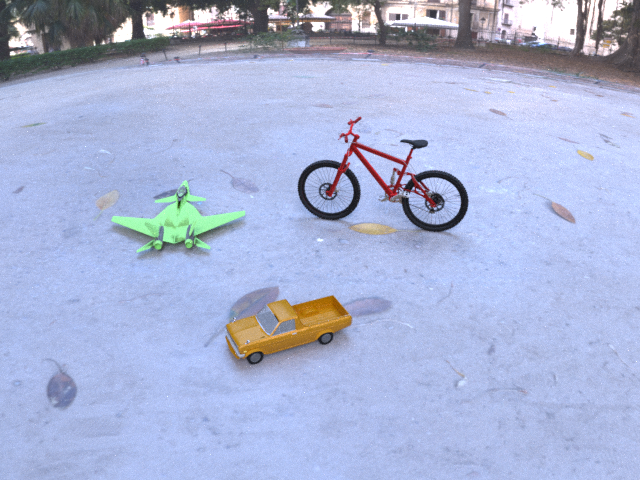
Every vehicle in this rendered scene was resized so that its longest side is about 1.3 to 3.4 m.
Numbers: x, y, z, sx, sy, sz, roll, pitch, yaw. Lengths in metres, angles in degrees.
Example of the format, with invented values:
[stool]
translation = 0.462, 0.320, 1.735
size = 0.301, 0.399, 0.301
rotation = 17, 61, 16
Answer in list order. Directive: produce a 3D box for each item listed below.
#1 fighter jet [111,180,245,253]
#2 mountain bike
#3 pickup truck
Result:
[fighter jet]
translation = -2.406, -0.629, 11.962
size = 2.229, 0.557, 2.640
rotation = -3, 29, -5
[mountain bike]
translation = 1.011, -0.997, 11.461
size = 2.857, 1.688, 1.114
rotation = 7, 30, 12
[pickup truck]
translation = -0.401, 1.069, 8.961
size = 1.603, 0.511, 0.640
rotation = -13, 31, -21
